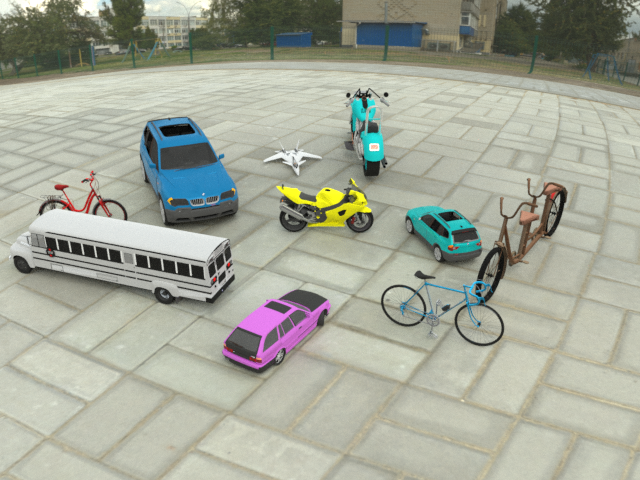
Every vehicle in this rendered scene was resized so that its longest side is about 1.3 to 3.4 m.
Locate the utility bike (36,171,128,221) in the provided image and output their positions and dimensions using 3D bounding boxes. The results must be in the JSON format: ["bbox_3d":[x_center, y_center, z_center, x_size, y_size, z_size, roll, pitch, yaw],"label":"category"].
[{"bbox_3d":[-3.753,-0.592,10.990,1.435,0.946,0.535,0,28,0],"label":"utility bike"}]

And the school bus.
[{"bbox_3d":[-2.823,0.185,9.628,3.322,0.844,0.709,10,29,18],"label":"school bus"}]

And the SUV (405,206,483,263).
[{"bbox_3d":[1.861,-0.190,10.621,0.656,0.580,1.572,-9,29,-17],"label":"SUV"}]

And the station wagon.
[{"bbox_3d":[-0.483,0.991,8.498,0.682,0.473,1.597,17,32,28],"label":"station wagon"}]

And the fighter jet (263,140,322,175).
[{"bbox_3d":[-0.515,-1.593,13.590,1.147,0.286,1.358,-4,28,-8],"label":"fighter jet"}]

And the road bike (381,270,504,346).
[{"bbox_3d":[1.465,0.800,8.456,1.545,0.852,0.358,13,30,22],"label":"road bike"}]

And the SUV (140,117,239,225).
[{"bbox_3d":[-2.350,-1.283,12.103,1.276,1.128,3.058,-11,30,-19],"label":"SUV"}]

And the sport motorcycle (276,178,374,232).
[{"bbox_3d":[0.086,-0.500,10.949,1.520,0.821,0.506,1,28,2],"label":"sport motorcycle"}]

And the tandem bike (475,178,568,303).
[{"bbox_3d":[2.948,-0.229,9.896,0.550,1.326,3.192,19,33,32],"label":"tandem bike"}]

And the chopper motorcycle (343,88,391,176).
[{"bbox_3d":[0.879,-2.312,13.674,0.906,1.480,3.040,-2,28,-3],"label":"chopper motorcycle"}]
